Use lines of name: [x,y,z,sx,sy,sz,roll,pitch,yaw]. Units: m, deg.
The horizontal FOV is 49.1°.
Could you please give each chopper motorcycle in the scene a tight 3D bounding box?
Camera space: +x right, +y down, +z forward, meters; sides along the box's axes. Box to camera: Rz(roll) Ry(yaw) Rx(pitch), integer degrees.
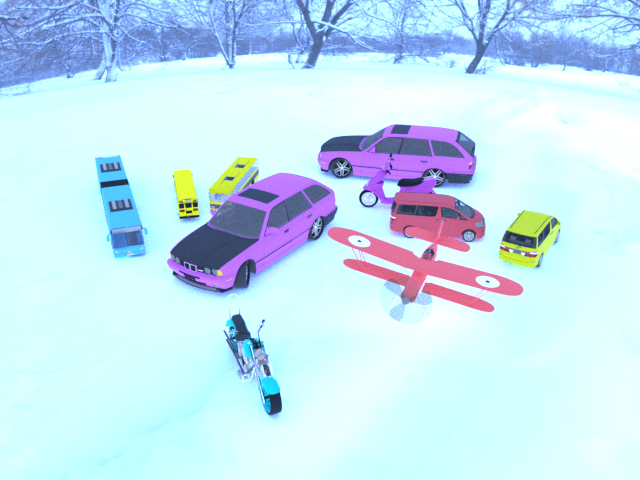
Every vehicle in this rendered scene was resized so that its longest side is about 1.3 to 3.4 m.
chopper motorcycle: [-0.770,1.271,7.938,0.466,0.761,1.563,-11,29,-21]

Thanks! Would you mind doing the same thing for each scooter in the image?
scooter: [1.386,-0.978,12.209,1.399,0.919,0.662,2,27,4]

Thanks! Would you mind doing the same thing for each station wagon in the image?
station wagon: [-0.972,-0.250,10.768,1.327,0.920,3.105,16,31,29]
station wagon: [1.497,-1.745,13.722,3.105,0.920,1.327,7,28,13]

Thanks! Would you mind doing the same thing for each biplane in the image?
biplane: [1.443,0.373,9.469,2.598,0.981,2.120,10,28,18]

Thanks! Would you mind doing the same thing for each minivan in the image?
minivan: [3.286,-0.111,10.831,0.681,0.616,1.548,16,31,28]
minivan: [1.922,-0.399,11.399,1.548,0.616,0.681,4,27,8]

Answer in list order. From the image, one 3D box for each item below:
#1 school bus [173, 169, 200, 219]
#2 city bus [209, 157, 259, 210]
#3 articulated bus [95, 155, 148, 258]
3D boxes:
school bus: [-2.407,-0.862,12.516,0.365,0.434,1.708,-6,28,-12]
city bus: [-1.550,-1.023,12.805,0.476,0.460,1.674,5,27,11]
articulated bus: [-3.468,-0.667,11.989,0.605,0.561,3.401,-9,28,-18]
